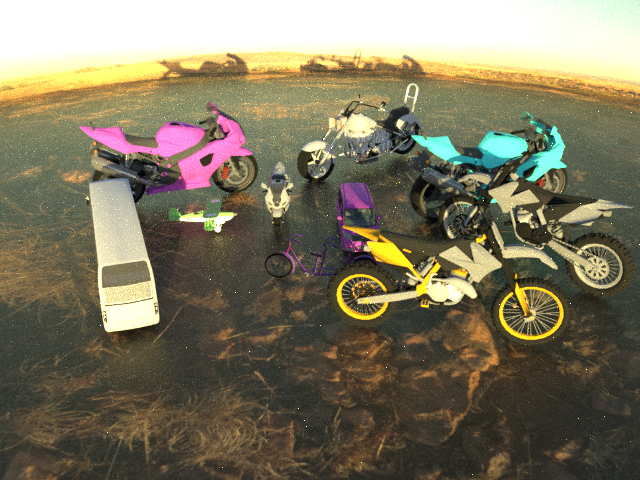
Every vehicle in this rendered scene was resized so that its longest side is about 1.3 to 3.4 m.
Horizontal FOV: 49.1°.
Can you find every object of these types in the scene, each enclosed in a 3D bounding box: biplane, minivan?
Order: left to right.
[{"bbox_3d":[-1.877,-0.389,11.258,1.090,0.504,1.336,-2,26,-4],"label":"biplane"},{"bbox_3d":[0.592,-0.370,11.094,0.681,0.616,1.548,-1,26,-3],"label":"minivan"}]

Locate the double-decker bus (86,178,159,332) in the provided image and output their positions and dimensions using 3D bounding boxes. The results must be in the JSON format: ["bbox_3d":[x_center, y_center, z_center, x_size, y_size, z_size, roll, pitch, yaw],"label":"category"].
[{"bbox_3d":[-2.790,0.061,9.720,0.756,1.052,3.251,-8,27,-17],"label":"double-decker bus"}]

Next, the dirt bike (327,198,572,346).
[{"bbox_3d":[1.511,0.425,8.279,2.903,1.666,1.024,5,27,11],"label":"dirt bike"}]

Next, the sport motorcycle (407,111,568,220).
[{"bbox_3d":[2.853,-1.185,11.641,2.955,1.596,0.983,-7,27,-14],"label":"sport motorcycle"}]

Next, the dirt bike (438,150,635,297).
[{"bbox_3d":[2.938,-0.282,9.722,2.903,1.666,1.024,20,32,35],"label":"dirt bike"}]

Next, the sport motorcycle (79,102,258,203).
[{"bbox_3d":[-2.529,-1.433,12.146,2.955,1.596,0.983,-9,27,-17],"label":"sport motorcycle"}]

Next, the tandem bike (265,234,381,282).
[{"bbox_3d":[0.036,0.265,9.724,1.642,0.682,0.283,3,26,5],"label":"tandem bike"}]

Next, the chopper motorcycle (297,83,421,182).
[{"bbox_3d":[0.827,-2.120,13.681,3.040,1.480,0.906,-19,32,-34],"label":"chopper motorcycle"}]

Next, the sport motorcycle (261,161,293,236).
[{"bbox_3d":[-0.681,-0.701,11.534,0.506,0.821,1.520,0,26,-1],"label":"sport motorcycle"}]
